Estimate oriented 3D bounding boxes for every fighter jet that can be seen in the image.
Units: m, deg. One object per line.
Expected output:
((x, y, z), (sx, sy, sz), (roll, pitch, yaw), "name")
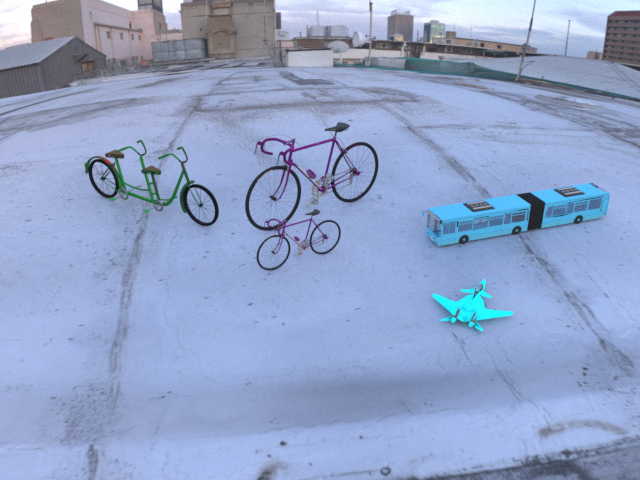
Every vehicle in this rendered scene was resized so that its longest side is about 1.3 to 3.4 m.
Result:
((2.192, 0.795, 9.936), (1.147, 0.286, 1.358), (12, 30, 22), "fighter jet")

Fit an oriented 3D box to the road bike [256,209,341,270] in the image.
((-0.313, -0.037, 10.919), (1.545, 0.852, 0.358), (-17, 32, -29), "road bike")

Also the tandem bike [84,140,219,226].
((-3.086, -1.126, 12.493), (3.192, 1.326, 0.550), (16, 31, 27), "tandem bike")

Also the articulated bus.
((3.416, -0.463, 12.049), (3.401, 0.561, 0.605), (-9, 29, -17), "articulated bus")

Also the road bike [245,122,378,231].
((-0.066, -1.191, 12.260), (3.004, 1.656, 0.697), (-21, 34, -34), "road bike")
